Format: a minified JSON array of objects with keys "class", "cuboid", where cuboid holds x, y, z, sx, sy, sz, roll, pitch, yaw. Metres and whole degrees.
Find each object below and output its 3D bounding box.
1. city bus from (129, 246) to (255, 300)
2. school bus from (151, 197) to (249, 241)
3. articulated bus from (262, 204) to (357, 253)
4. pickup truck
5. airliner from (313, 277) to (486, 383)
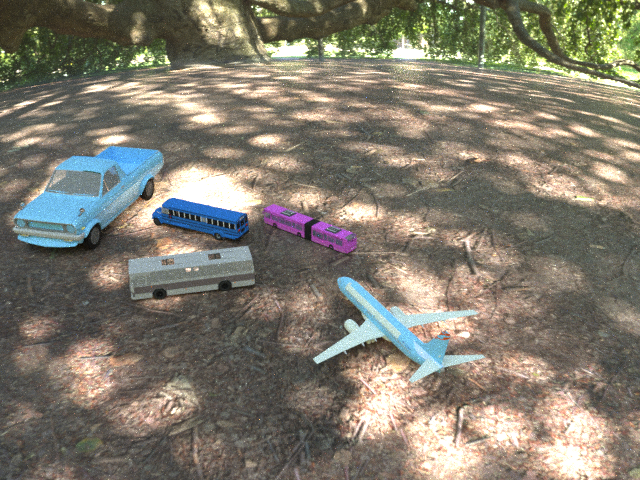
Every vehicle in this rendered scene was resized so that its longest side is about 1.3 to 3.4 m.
[{"class":"city bus","cuboid":[-1.763,0.465,9.652,1.674,0.460,0.476,-7,28,-12]},{"class":"school bus","cuboid":[-1.961,-0.350,11.230,1.708,0.434,0.365,13,30,23]},{"class":"articulated bus","cuboid":[-0.188,-0.192,11.084,1.749,0.289,0.311,21,34,34]},{"class":"pickup truck","cuboid":[-3.743,-0.885,11.647,1.244,0.993,3.117,6,28,12]},{"class":"airliner","cuboid":[0.823,0.855,8.506,2.257,0.835,2.541,-13,30,-23]}]
